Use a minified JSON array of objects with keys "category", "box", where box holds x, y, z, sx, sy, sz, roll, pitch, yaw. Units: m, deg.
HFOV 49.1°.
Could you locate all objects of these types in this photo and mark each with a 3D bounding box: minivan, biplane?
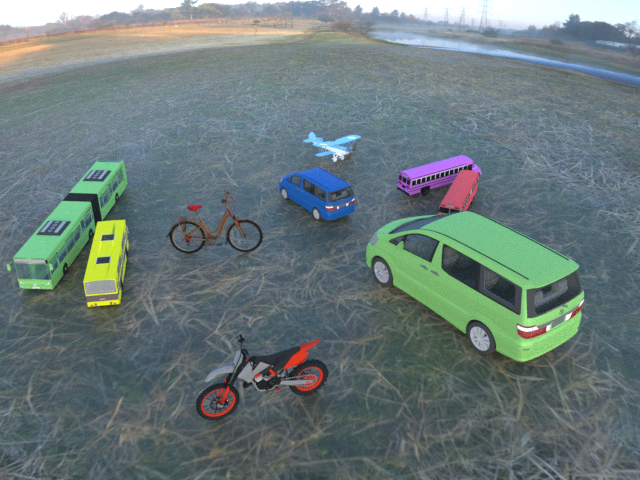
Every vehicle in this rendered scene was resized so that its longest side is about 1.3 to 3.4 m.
[{"category":"minivan","box":[1.867,0.340,9.048,1.324,1.197,3.011,-20,35,-30]},{"category":"minivan","box":[-0.084,-0.850,11.704,0.681,0.616,1.548,-20,35,-31]},{"category":"biplane","box":[0.209,-1.822,13.510,1.090,0.504,1.336,22,37,34]}]

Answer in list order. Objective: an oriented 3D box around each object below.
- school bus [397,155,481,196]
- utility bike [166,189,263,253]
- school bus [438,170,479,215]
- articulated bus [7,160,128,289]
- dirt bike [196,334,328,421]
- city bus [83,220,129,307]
[{"category":"school bus","box":[2.159,-1.162,12.430,1.708,0.434,0.365,-17,34,-27]},{"category":"utility bike","box":[-1.568,-0.256,10.339,1.435,0.946,0.535,-1,30,-2]},{"category":"school bus","box":[2.257,-0.631,11.506,0.365,0.434,1.708,12,32,20]},{"category":"articulated bus","box":[-3.772,-0.352,10.892,0.605,0.561,3.401,2,30,4]},{"category":"dirt bike","box":[-0.601,1.450,7.456,1.493,0.857,0.527,-12,32,-19]},{"category":"city bus","box":[-2.974,0.314,9.834,0.476,0.460,1.674,-5,30,-8]}]
